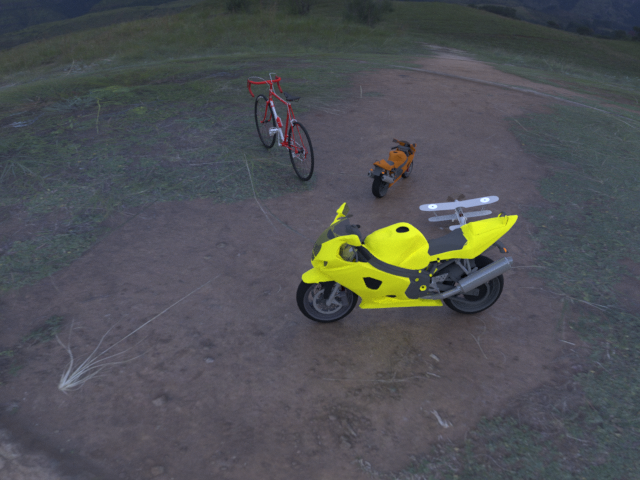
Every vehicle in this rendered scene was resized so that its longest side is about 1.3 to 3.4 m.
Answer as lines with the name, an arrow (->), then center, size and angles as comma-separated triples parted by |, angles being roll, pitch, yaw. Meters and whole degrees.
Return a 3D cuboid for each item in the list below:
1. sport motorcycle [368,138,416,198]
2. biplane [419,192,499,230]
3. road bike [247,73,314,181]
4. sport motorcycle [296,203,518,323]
sport motorcycle -> 1.402, -1.375, 13.290 | 0.506, 0.821, 1.520 | 18, 34, 29
biplane -> 2.379, -0.425, 11.949 | 1.336, 0.504, 1.090 | 1, 30, 1
road bike -> -0.775, -2.336, 14.131 | 0.696, 1.656, 3.004 | -13, 32, -22
sport motorcycle -> 1.144, 0.374, 9.451 | 2.955, 1.596, 0.983 | -3, 30, -6
